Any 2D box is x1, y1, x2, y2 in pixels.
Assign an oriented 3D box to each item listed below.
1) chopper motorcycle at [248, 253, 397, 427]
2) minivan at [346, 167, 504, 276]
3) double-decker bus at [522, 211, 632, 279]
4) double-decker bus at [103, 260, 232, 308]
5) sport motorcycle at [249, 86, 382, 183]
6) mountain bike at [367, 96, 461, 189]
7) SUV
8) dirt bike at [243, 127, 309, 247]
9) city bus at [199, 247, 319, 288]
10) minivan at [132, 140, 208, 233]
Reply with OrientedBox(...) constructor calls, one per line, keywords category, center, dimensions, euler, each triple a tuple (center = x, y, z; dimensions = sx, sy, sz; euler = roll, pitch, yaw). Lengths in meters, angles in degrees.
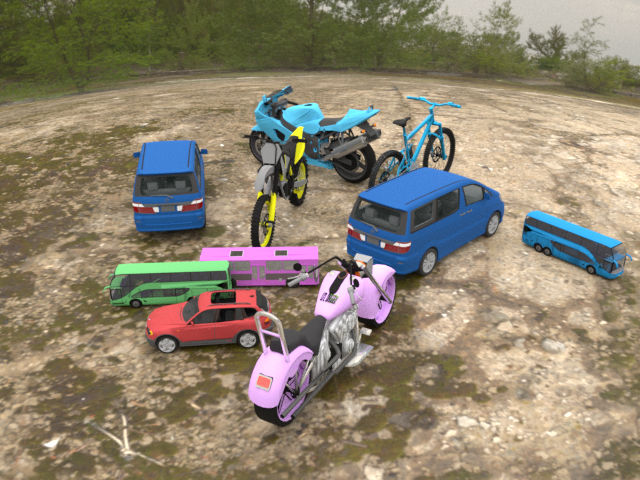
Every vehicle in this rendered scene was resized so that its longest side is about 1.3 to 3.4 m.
OrientedBox(category="chopper motorcycle", center=(0.168, 0.827, 7.856), dimensions=(0.906, 1.480, 3.040), euler=(13, 29, 26))
OrientedBox(category="minivan", center=(1.742, -0.454, 10.871), dimensions=(1.324, 1.197, 3.011), euler=(22, 33, 38))
OrientedBox(category="double-decker bus", center=(3.820, 0.067, 10.540), dimensions=(0.389, 0.541, 1.672), euler=(-18, 31, -33))
OrientedBox(category="double-decker bus", center=(-2.038, 0.590, 9.443), dimensions=(1.672, 0.541, 0.389), euler=(-2, 26, -4))
OrientedBox(category="sport motorcycle", center=(-0.180, -2.069, 13.794), dimensions=(2.955, 1.596, 0.983), euler=(14, 29, 27))
OrientedBox(category="mountain bike", center=(1.745, -1.599, 12.702), dimensions=(1.114, 1.688, 2.857), euler=(19, 31, 35))
OrientedBox(category="SUV", center=(-1.359, 0.956, 8.631), dimensions=(1.572, 0.580, 0.656), euler=(-3, 26, -6))
OrientedBox(category="dirt bike", center=(-0.614, -0.985, 11.440), dimensions=(1.024, 1.666, 2.903), euler=(6, 26, 12))
OrientedBox(category="city bus", center=(-0.852, 0.393, 9.950), dimensions=(1.674, 0.460, 0.476), euler=(-1, 25, -1))
OrientedBox(category="minivan", center=(-2.610, -1.115, 12.258), dimensions=(1.324, 1.197, 3.011), euler=(-4, 26, -8))
